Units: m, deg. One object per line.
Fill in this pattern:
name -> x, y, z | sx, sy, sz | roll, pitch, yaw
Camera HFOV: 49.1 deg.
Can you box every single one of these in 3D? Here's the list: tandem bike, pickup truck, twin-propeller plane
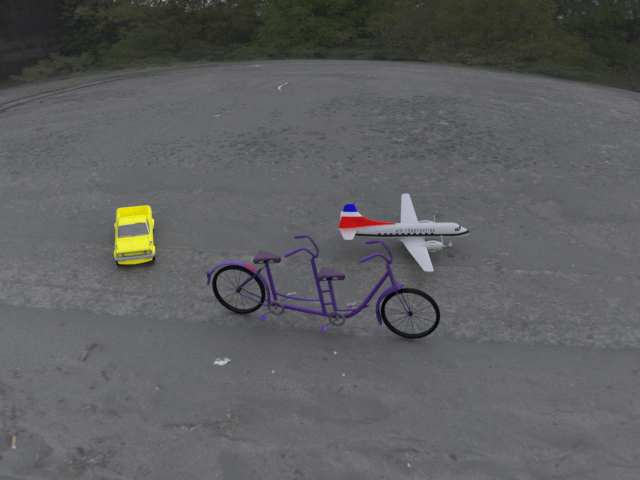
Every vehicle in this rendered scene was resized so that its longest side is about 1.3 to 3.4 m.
tandem bike -> -0.008, 0.570, 9.173 | 3.192, 1.326, 0.550 | 7, 29, 13
pickup truck -> -3.013, -0.149, 11.342 | 0.640, 0.511, 1.603 | -6, 29, -12
twin-propeller plane -> 1.356, -0.230, 11.198 | 2.129, 0.792, 2.663 | -1, 29, -1
